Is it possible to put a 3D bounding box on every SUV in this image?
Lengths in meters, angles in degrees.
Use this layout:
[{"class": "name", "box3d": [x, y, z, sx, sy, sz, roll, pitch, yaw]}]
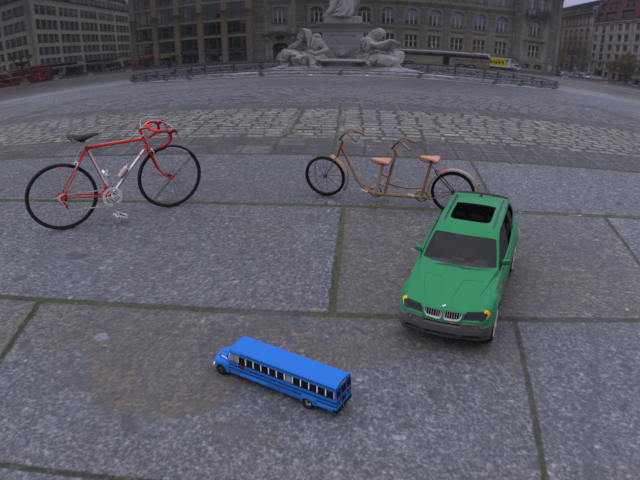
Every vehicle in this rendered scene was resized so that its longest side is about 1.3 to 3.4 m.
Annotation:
[{"class": "SUV", "box3d": [1.998, 0.242, 9.662, 1.276, 1.128, 3.058, 10, 28, 18]}]

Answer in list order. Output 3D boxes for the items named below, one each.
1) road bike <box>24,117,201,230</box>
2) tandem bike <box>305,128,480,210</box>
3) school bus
[{"class": "road bike", "box3d": [-3.448, -1.137, 11.834, 3.004, 1.656, 0.697, -15, 30, -27]}, {"class": "tandem bike", "box3d": [1.237, -1.237, 12.403, 3.192, 1.326, 0.550, 9, 28, 17]}, {"class": "school bus", "box3d": [-0.467, 1.486, 7.946, 1.708, 0.434, 0.365, 15, 30, 27]}]
